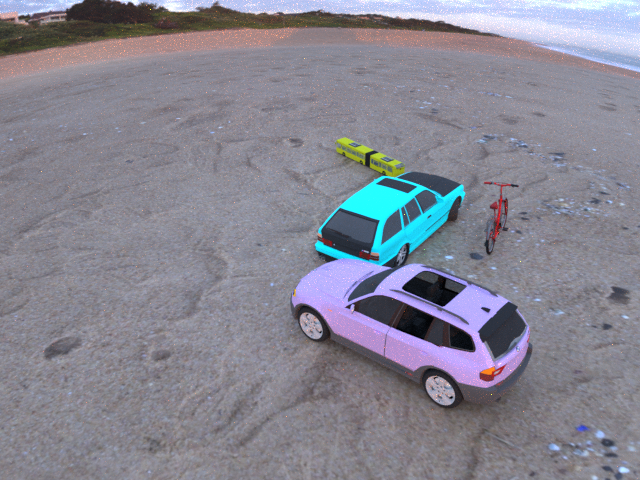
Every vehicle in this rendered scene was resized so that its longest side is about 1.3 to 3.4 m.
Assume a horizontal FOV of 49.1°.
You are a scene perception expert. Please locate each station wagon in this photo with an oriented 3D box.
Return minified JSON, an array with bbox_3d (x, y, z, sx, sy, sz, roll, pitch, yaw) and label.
[{"bbox_3d":[1.228,-0.492,11.125,1.327,0.920,3.105,20,35,30],"label":"station wagon"}]

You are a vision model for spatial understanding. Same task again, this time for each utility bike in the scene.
[{"bbox_3d":[2.742,-0.410,10.958,0.535,0.946,1.435,13,33,22],"label":"utility bike"}]

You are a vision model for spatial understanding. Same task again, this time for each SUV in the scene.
[{"bbox_3d":[1.033,0.891,8.527,3.058,1.128,1.276,22,37,33],"label":"SUV"}]

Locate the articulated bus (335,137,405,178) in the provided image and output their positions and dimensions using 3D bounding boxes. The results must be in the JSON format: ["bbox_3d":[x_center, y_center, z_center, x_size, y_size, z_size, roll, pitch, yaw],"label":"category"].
[{"bbox_3d":[0.956,-1.617,13.703,0.311,0.289,1.749,-22,37,-33],"label":"articulated bus"}]
